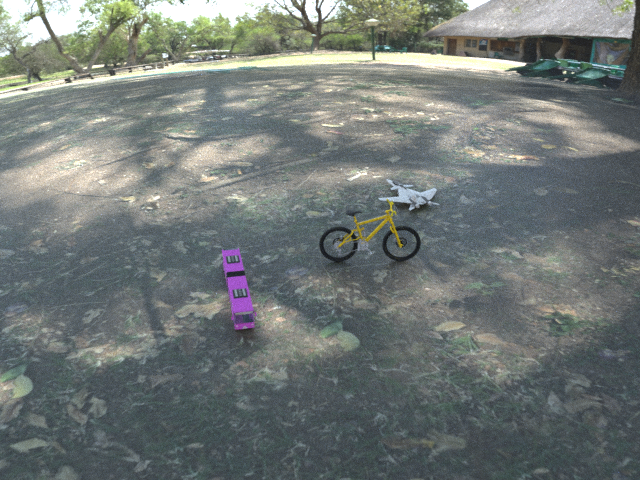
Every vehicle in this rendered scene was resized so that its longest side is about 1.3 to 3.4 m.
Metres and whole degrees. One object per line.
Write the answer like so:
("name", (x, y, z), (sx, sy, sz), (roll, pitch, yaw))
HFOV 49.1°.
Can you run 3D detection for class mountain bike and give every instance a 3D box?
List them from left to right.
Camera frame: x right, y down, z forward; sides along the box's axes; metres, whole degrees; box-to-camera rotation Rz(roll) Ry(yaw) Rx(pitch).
("mountain bike", (0.723, -0.078, 10.043), (1.469, 0.868, 0.573), (0, 27, -1))

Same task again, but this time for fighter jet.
("fighter jet", (1.502, -0.913, 12.337), (1.147, 0.286, 1.358), (-11, 29, -21))

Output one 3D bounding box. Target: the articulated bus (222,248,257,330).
("articulated bus", (-1.104, 0.612, 9.319), (0.311, 0.289, 1.749), (-5, 27, -11))
